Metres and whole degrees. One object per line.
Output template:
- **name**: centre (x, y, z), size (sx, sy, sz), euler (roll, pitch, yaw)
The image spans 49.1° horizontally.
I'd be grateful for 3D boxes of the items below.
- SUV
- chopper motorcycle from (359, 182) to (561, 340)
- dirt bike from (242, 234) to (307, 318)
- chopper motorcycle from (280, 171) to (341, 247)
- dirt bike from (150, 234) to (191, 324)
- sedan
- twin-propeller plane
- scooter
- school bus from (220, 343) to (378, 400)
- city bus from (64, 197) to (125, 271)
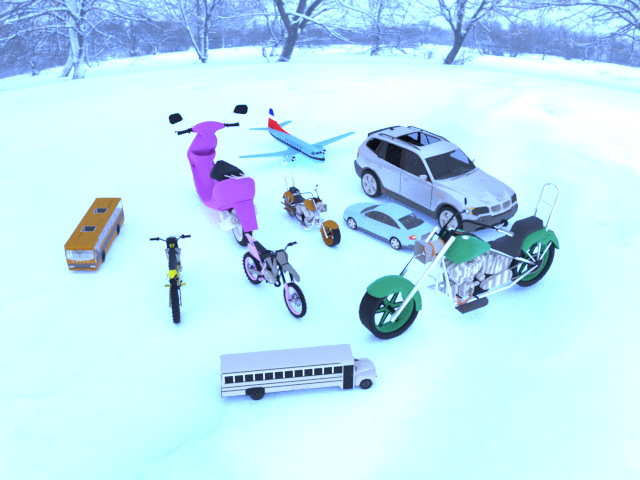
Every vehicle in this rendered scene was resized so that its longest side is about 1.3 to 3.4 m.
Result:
- **SUV**: centre (1.866, -1.084, 11.681), size (1.276, 1.128, 3.058), euler (-19, 33, -32)
- **chopper motorcycle**: centre (1.832, 0.227, 8.760), size (3.040, 1.480, 0.906), euler (-15, 31, -26)
- **dirt bike**: centre (-0.609, 0.399, 9.104), size (0.527, 0.857, 1.493), euler (-18, 32, -31)
- **chopper motorcycle**: centre (-0.149, -0.494, 10.938), size (0.466, 0.761, 1.563), euler (-16, 31, -28)
- **dirt bike**: centre (-1.903, 0.406, 9.091), size (0.527, 0.857, 1.493), euler (-5, 28, -9)
- **sedan**: centre (1.036, -0.312, 10.890), size (0.635, 0.483, 1.613), euler (-23, 35, -37)
- **twin-propeller plane**: centre (-0.508, -2.001, 13.823), size (2.663, 0.792, 2.129), euler (-17, 32, -29)
- **scooter**: centre (-1.590, -1.109, 11.012), size (1.288, 1.786, 2.721), euler (-13, 30, -23)
- **school bus**: centre (-0.223, 1.415, 7.598), size (1.708, 0.434, 0.365), euler (-4, 28, -7)
- **city bus**: centre (-3.348, -0.099, 10.501), size (0.476, 0.460, 1.674), euler (0, 27, -1)
